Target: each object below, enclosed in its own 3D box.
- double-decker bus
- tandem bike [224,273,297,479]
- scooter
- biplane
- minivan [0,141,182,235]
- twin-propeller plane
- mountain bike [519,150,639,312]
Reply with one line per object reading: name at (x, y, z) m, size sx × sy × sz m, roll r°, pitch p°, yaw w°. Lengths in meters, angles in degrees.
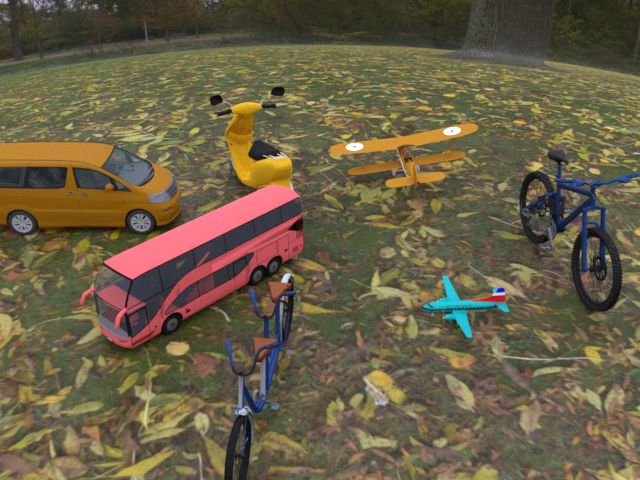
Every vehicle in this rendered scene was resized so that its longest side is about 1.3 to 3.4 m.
double-decker bus at (-1.509, 0.286, 9.195) m, size 0.756 × 1.052 × 3.251 m, roll 23°, pitch 37°, yaw 35°
tandem bike at (-0.576, 1.170, 7.372) m, size 0.550 × 1.326 × 3.192 m, roll 4°, pitch 30°, yaw 7°
scooter at (-1.052, -1.506, 11.590) m, size 1.288 × 1.786 × 2.721 m, roll -13°, pitch 32°, yaw -21°
biplane at (1.479, -1.383, 12.187) m, size 2.598 × 0.981 × 2.120 m, roll -1°, pitch 30°, yaw -2°
minivan at (-3.751, -0.871, 11.073) m, size 3.011 × 1.197 × 1.324 m, roll -1°, pitch 30°, yaw -1°
twin-propeller plane at (1.841, 0.797, 8.951) m, size 1.095 × 0.407 × 1.370 m, roll -2°, pitch 30°, yaw -3°
mountain bike at (3.396, -0.315, 9.605) m, size 1.114 × 1.688 × 2.857 m, roll -4°, pitch 30°, yaw -8°
